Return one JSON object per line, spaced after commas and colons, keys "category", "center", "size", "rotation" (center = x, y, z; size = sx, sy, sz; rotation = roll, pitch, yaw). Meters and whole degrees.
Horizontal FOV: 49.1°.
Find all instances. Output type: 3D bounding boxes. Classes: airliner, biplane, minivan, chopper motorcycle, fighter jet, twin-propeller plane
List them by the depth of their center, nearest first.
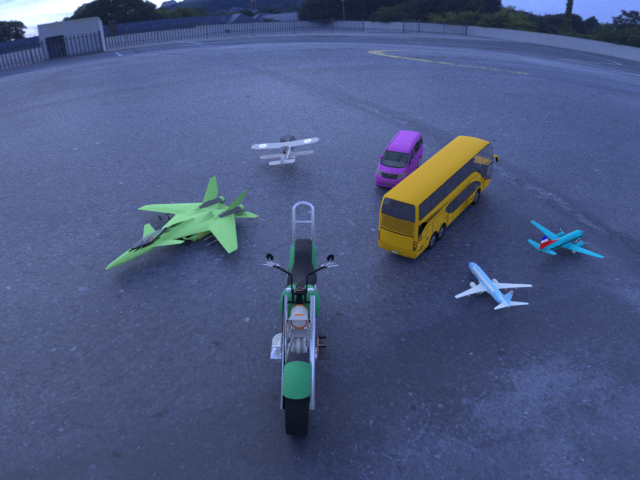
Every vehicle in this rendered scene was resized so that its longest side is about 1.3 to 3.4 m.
{"category": "chopper motorcycle", "center": [-0.236, 0.823, 8.376], "size": [0.906, 1.480, 3.040], "rotation": [0, 31, 0]}
{"category": "airliner", "center": [2.393, 0.562, 9.850], "size": [1.161, 0.429, 1.307], "rotation": [-7, 31, -12]}
{"category": "twin-propeller plane", "center": [3.757, -0.021, 10.858], "size": [1.095, 0.407, 1.370], "rotation": [-19, 36, -29]}
{"category": "fighter jet", "center": [-2.304, -0.234, 11.071], "size": [2.229, 0.557, 2.640], "rotation": [23, 38, 33]}
{"category": "minivan", "center": [1.510, -1.525, 13.198], "size": [0.681, 0.616, 1.548], "rotation": [11, 32, 18]}
{"category": "biplane", "center": [-0.697, -1.678, 13.565], "size": [1.336, 0.504, 1.090], "rotation": [3, 31, 4]}

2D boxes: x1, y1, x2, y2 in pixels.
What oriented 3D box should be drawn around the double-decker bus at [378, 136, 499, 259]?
{"category": "double-decker bus", "center": [2.010, -0.814, 11.566], "size": [0.756, 1.052, 3.251], "rotation": [18, 35, 28]}
